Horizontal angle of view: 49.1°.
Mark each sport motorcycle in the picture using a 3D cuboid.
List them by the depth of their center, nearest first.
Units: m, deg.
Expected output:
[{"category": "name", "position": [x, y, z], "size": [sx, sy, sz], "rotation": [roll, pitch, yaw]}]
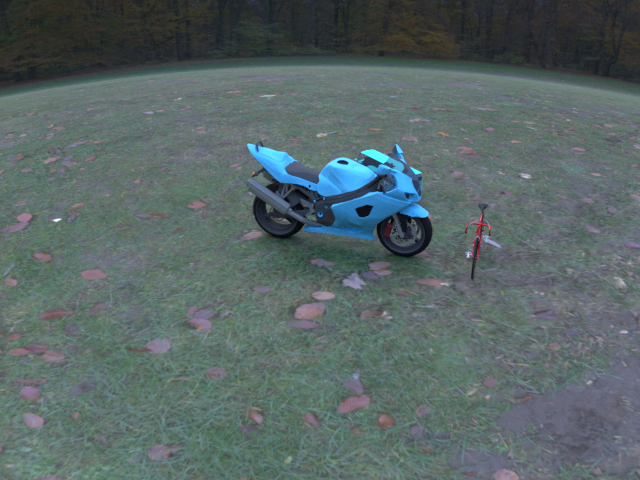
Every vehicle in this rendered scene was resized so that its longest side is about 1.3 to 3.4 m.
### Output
[{"category": "sport motorcycle", "position": [0.277, -0.637, 10.683], "size": [2.955, 1.596, 0.983], "rotation": [9, 28, 17]}]

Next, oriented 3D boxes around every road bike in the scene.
[{"category": "road bike", "position": [2.348, -0.054, 10.360], "size": [0.358, 0.852, 1.545], "rotation": [8, 28, 15]}]

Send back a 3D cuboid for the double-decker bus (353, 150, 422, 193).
[{"category": "double-decker bus", "position": [1.252, -1.236, 13.026], "size": [0.389, 0.541, 1.672], "rotation": [-16, 31, -29]}]
